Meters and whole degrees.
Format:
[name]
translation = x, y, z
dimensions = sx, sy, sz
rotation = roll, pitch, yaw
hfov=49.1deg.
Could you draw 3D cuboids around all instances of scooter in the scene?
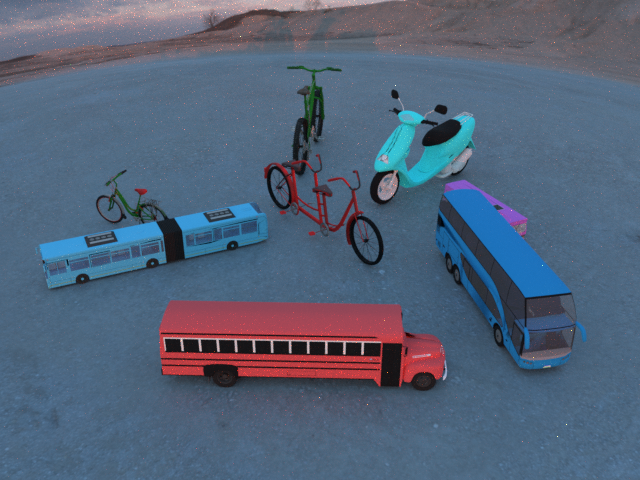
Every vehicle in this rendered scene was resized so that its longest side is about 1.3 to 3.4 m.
[scooter]
translation = 1.918, -1.764, 12.605
dimensions = 2.721, 1.786, 1.288
rotation = -22, 36, -34

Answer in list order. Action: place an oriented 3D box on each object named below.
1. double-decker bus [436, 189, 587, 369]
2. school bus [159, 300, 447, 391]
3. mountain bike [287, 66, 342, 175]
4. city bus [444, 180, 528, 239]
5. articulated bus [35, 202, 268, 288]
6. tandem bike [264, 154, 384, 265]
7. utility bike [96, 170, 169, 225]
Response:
[double-decker bus]
translation = 2.402, 0.435, 9.416
dimensions = 0.756, 1.052, 3.251
rotation = -5, 30, -9
[school bus]
translation = -0.170, 1.213, 8.235
dimensions = 3.322, 0.844, 0.709
rotation = 1, 29, 2
[mountain bike]
translation = -0.203, -2.471, 13.974
dimensions = 1.114, 1.688, 2.857
rotation = 5, 30, 9
[city bus]
translation = 2.705, -0.454, 11.617
dimensions = 0.476, 0.460, 1.674
rotation = -13, 32, -23
[articulated bus]
translation = -2.462, 0.042, 10.624
dimensions = 3.401, 0.561, 0.605
rotation = -13, 32, -22
[tandem bike]
translation = -0.024, -0.699, 11.169
dimensions = 0.550, 1.326, 3.192
rotation = -20, 35, -31
[utility bike]
translation = -3.097, -0.584, 11.353
dimensions = 1.435, 0.946, 0.535
rotation = 11, 31, 19
